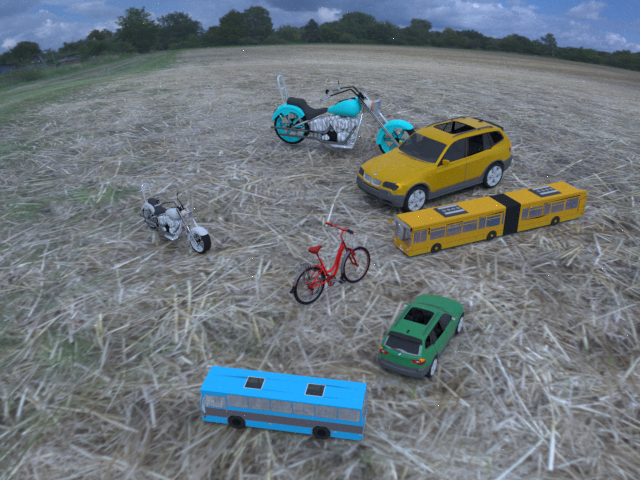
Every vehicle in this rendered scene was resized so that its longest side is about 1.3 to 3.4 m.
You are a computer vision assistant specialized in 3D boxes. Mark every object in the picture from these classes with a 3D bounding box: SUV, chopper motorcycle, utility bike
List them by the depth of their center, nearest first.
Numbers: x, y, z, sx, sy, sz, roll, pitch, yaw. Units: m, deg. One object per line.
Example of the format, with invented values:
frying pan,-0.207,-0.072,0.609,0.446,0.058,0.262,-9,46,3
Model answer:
SUV,1.229,1.038,8.315,0.656,0.580,1.572,14,30,25
utility bike,0.124,0.277,9.390,1.435,0.946,0.535,-21,34,-35
chopper motorcycle,-2.248,-0.343,10.792,1.563,0.761,0.466,22,35,36
SUV,2.088,-1.433,12.501,3.058,1.128,1.276,-18,32,-31
chopper motorcycle,0.458,-2.489,14.163,3.040,1.480,0.906,9,29,16

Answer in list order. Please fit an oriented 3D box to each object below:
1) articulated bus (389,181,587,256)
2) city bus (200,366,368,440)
articulated bus,2.724,-0.372,11.066,3.401,0.561,0.605,-12,30,-21
city bus,-0.364,1.685,7.195,1.674,0.460,0.476,5,28,9
